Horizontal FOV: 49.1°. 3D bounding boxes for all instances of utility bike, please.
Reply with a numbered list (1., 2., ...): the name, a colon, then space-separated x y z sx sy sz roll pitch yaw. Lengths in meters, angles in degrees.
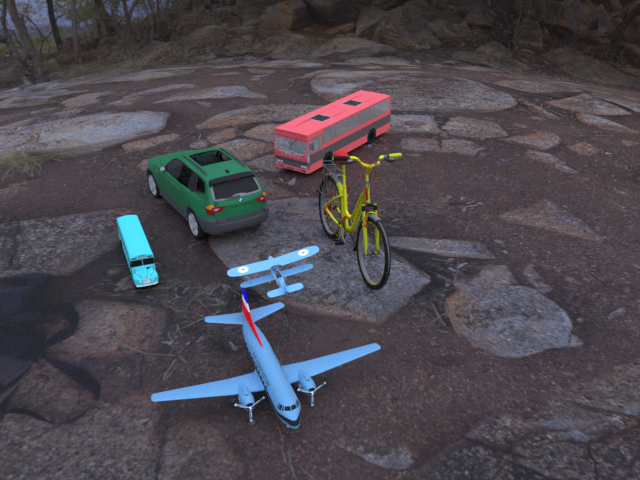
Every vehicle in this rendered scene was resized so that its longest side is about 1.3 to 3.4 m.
1. utility bike: 0.548 -0.561 10.425 1.039 1.839 2.791 -10 29 -17

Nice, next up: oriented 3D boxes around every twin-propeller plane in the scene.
1. twin-propeller plane: -0.612 1.330 7.973 2.663 0.792 2.129 -10 29 -18

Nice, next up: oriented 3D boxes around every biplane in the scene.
1. biplane: -0.613 0.498 9.852 1.336 0.504 1.090 -8 29 -14

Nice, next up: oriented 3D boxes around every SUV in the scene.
1. SUV: -2.006 -1.033 12.078 1.276 1.128 3.058 -16 32 -28

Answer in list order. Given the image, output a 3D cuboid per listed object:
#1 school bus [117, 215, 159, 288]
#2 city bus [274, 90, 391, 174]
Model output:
1. school bus: -2.765 0.158 10.569 0.365 0.434 1.708 -11 30 -19
2. city bus: 0.340 -2.288 14.700 0.926 0.894 3.255 18 33 30
